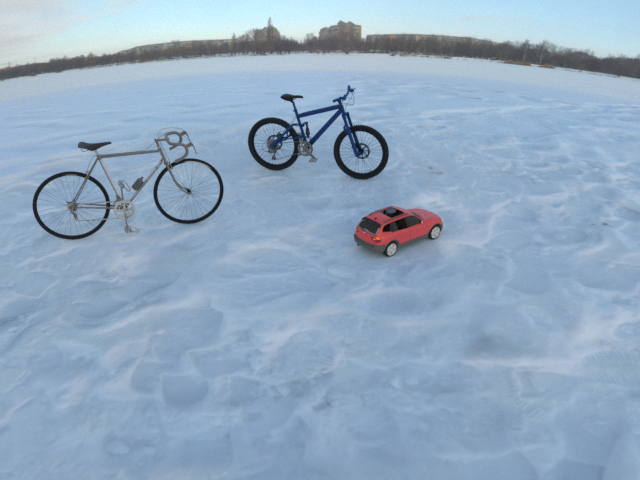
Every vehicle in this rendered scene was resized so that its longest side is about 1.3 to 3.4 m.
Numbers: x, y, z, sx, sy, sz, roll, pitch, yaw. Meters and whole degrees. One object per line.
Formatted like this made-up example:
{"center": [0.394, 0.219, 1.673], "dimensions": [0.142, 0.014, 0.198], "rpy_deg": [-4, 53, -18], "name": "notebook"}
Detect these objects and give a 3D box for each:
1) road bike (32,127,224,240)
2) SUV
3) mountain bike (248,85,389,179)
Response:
{"center": [-3.043, -0.889, 11.215], "dimensions": [3.004, 1.656, 0.697], "rpy_deg": [-9, 28, -17], "name": "road bike"}
{"center": [1.265, -0.233, 11.104], "dimensions": [1.572, 0.580, 0.656], "rpy_deg": [-19, 32, -34], "name": "SUV"}
{"center": [-0.066, -2.058, 13.529], "dimensions": [2.857, 1.688, 1.114], "rpy_deg": [7, 27, 15], "name": "mountain bike"}
